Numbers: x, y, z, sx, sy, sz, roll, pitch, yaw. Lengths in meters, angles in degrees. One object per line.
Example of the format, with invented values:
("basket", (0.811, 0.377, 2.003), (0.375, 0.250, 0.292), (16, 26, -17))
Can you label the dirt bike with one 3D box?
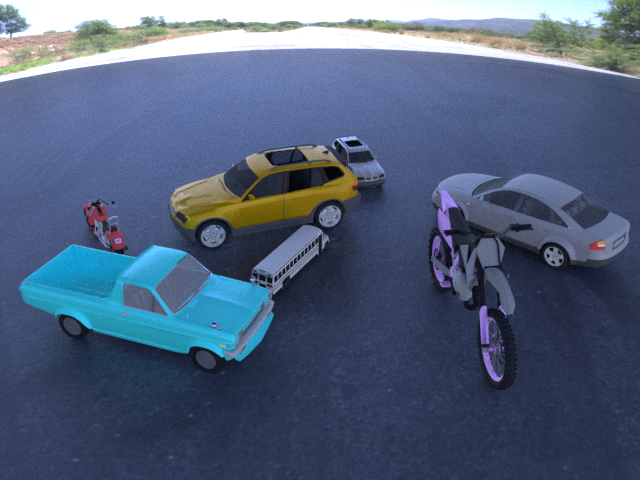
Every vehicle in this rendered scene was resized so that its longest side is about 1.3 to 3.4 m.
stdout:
("dirt bike", (1.840, 0.414, 8.527), (1.024, 1.666, 2.903), (-4, 30, -7))

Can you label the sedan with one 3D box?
("sedan", (3.175, -0.503, 10.871), (1.235, 0.940, 3.137), (-26, 39, -38))

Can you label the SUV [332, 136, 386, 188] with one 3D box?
("SUV", (0.677, -1.456, 12.908), (0.656, 0.580, 1.572), (-9, 31, -15))

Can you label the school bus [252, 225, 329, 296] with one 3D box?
("school bus", (-0.382, 0.228, 10.099), (0.365, 0.434, 1.708), (15, 33, 24))

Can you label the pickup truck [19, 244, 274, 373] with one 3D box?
("pickup truck", (-2.166, 0.670, 8.758), (3.117, 0.993, 1.244), (10, 31, 18))

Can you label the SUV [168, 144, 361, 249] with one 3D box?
("SUV", (-0.875, -0.781, 11.168), (3.058, 1.128, 1.276), (-10, 31, -17))

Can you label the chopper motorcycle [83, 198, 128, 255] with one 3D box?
("chopper motorcycle", (-3.331, -0.293, 10.684), (0.466, 0.761, 1.563), (-18, 34, -29))
